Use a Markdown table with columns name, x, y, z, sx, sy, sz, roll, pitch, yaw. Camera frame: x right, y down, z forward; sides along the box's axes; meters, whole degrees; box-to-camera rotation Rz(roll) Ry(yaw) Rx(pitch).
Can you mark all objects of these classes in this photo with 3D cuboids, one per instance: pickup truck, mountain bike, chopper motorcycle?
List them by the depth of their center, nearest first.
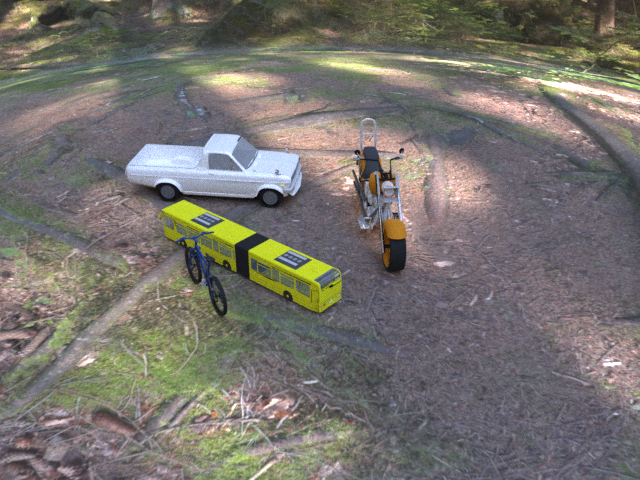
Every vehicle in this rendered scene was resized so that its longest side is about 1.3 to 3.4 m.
| name | x | y | z | sx | sy | sz | roll | pitch | yaw |
| --- | --- | --- | --- | --- | --- | --- | --- | --- | --- |
| mountain bike | -1.619 | 0.431 | 9.792 | 0.573 | 0.868 | 1.469 | -16 | 34 | -26 |
| chopper motorcycle | 0.975 | -0.797 | 11.316 | 0.906 | 1.480 | 3.040 | -3 | 30 | -5 |
| pickup truck | -1.903 | -1.353 | 12.772 | 3.117 | 0.993 | 1.244 | 4 | 30 | 7 |

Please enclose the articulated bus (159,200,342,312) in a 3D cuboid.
| name | x | y | z | sx | sy | sz | roll | pitch | yaw |
| --- | --- | --- | --- | --- | --- | --- | --- | --- | --- |
| articulated bus | -1.133 | 0.175 | 10.546 | 3.401 | 0.561 | 0.605 | 23 | 37 | 34 |
